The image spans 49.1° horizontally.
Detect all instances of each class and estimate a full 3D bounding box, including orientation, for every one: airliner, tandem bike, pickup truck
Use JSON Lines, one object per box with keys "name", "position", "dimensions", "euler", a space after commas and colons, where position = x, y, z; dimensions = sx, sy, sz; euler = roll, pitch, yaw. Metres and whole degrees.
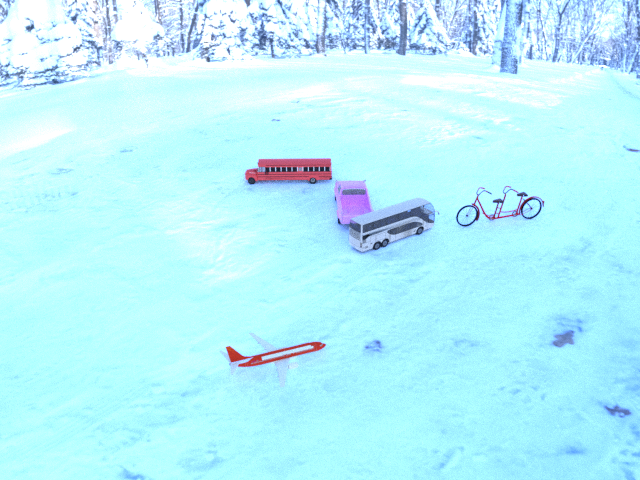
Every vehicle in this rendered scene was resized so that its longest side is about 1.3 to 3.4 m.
{"name": "airliner", "position": [-0.523, 1.321, 8.476], "dimensions": [1.307, 0.429, 1.161], "euler": [-11, 29, -21]}
{"name": "tandem bike", "position": [3.090, -0.602, 11.909], "dimensions": [1.642, 0.682, 0.283], "euler": [-7, 28, -13]}
{"name": "pickup truck", "position": [0.589, -0.710, 12.304], "dimensions": [0.640, 0.511, 1.603], "euler": [-1, 27, -2]}

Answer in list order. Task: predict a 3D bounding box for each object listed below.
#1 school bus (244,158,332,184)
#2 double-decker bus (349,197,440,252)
{"name": "school bus", "position": [-0.621, -1.349, 13.618], "dimensions": [1.708, 0.434, 0.365], "euler": [-1, 27, -1]}
{"name": "double-decker bus", "position": [1.212, -0.274, 11.430], "dimensions": [1.672, 0.541, 0.389], "euler": [-18, 33, -31]}
